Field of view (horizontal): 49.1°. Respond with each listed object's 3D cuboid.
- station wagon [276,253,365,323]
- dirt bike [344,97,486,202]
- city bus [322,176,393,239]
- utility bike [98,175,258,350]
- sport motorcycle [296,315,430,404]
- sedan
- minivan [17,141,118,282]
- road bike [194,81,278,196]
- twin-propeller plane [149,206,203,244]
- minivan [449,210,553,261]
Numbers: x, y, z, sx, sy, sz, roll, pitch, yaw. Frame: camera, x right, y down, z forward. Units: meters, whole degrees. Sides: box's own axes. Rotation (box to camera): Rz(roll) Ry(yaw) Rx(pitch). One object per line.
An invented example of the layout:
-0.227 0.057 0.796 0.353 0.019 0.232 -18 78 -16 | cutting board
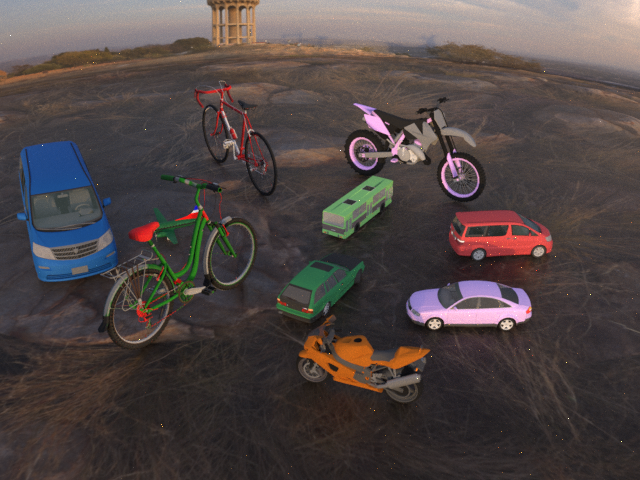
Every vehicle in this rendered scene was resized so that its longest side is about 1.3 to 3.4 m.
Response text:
0.047 0.550 9.664 0.682 0.473 1.597 16 32 26 | station wagon
1.661 -1.700 12.541 2.903 1.666 1.024 19 34 31 | dirt bike
0.655 -0.544 11.683 0.476 0.460 1.674 17 33 28 | city bus
-1.824 0.157 8.959 1.039 1.839 2.791 19 34 31 | utility bike
0.446 1.369 7.799 1.520 0.821 0.506 9 30 16 | sport motorcycle
1.944 0.821 9.157 1.613 0.483 0.635 0 29 0 | sedan
-3.976 -0.508 10.848 1.324 1.197 3.011 -12 31 -21 | minivan
-1.557 -1.933 12.980 0.696 1.656 3.004 -17 33 -28 | road bike
-2.403 -0.286 11.264 1.095 0.407 1.370 -12 31 -22 | twin-propeller plane
2.788 -0.107 10.720 1.548 0.616 0.681 -3 29 -5 | minivan
